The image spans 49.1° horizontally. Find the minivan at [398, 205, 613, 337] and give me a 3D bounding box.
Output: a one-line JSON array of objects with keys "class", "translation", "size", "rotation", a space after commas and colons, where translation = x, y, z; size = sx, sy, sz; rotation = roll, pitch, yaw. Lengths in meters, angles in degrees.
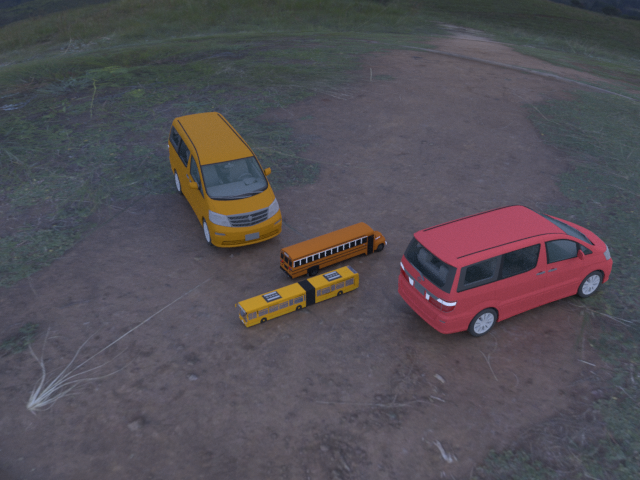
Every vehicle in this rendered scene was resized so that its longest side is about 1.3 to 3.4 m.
[{"class": "minivan", "translation": [2.552, 0.252, 9.323], "size": [3.011, 1.197, 1.324], "rotation": [-15, 35, -23]}]

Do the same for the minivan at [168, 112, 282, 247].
[{"class": "minivan", "translation": [-1.611, -1.039, 11.412], "size": [1.324, 1.197, 3.011], "rotation": [-13, 34, -20]}]

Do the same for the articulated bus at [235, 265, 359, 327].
[{"class": "articulated bus", "translation": [-0.272, 0.741, 9.396], "size": [1.749, 0.289, 0.311], "rotation": [-17, 36, -26]}]

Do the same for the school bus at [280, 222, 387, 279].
[{"class": "school bus", "translation": [0.231, 0.121, 10.261], "size": [1.708, 0.434, 0.365], "rotation": [-19, 36, -27]}]
